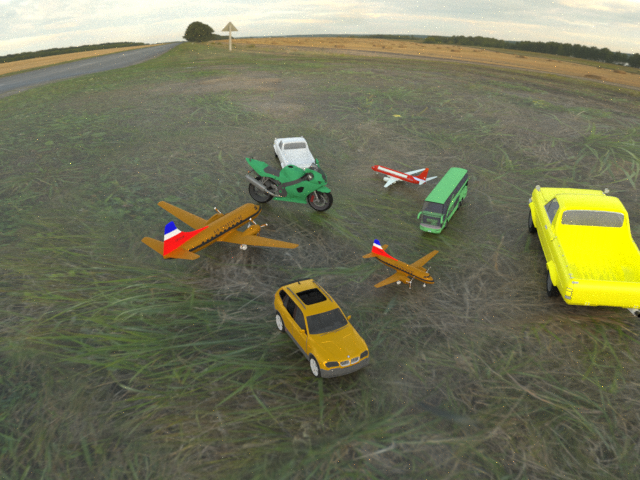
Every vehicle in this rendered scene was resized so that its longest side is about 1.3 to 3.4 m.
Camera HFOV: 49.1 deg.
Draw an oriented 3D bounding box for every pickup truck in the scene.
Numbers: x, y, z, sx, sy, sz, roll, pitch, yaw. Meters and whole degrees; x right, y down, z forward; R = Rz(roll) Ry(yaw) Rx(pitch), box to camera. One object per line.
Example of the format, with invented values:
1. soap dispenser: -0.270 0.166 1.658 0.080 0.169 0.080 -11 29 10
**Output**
1. pickup truck: -0.476 -1.624 13.167 0.640 0.511 1.603 -6 28 -11
2. pickup truck: 3.683 -0.042 9.656 1.244 0.993 3.117 3 28 6

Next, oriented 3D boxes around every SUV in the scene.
1. SUV: -0.017 0.980 8.163 0.656 0.580 1.572 -13 31 -23

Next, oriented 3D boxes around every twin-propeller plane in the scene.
1. twin-propeller plane: 1.125 0.325 9.590 1.095 0.407 1.370 24 36 38
2. twin-propeller plane: -1.529 -0.227 10.222 2.663 0.792 2.129 17 32 29

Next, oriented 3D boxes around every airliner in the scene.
1. airliner: 1.423 -1.244 12.534 1.307 0.429 1.161 25 36 38

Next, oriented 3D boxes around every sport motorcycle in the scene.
1. sport motorcycle: -0.509 -0.925 11.511 1.520 0.821 0.506 9 29 17

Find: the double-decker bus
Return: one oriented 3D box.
1. double-decker bus: 2.011 -0.638 11.269 0.389 0.541 1.672 12 30 22
